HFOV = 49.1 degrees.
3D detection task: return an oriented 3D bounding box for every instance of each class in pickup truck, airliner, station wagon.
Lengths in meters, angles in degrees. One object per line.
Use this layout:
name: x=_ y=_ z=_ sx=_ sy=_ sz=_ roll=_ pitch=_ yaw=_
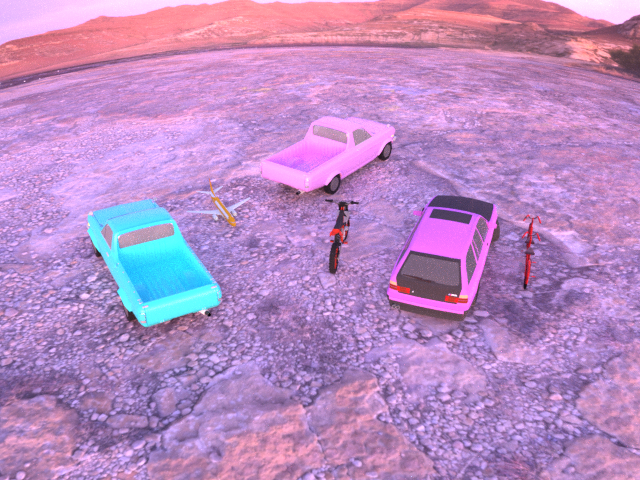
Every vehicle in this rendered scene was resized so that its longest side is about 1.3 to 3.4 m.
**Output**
pickup truck: x=-2.493 y=0.171 z=10.130 sx=1.244 sy=0.993 sz=3.117 roll=-15 pitch=34 yaw=-24
airliner: x=-1.695 y=-0.634 z=12.052 sx=1.161 sy=0.429 sz=1.307 roll=-14 pitch=33 yaw=-22
station wagon: x=1.934 y=0.004 z=10.486 sx=1.327 sy=0.920 sz=3.105 roll=10 pitch=32 yaw=17
pickup truck: x=0.234 y=-1.754 z=13.398 sx=1.244 sy=0.993 sz=3.117 roll=20 pitch=36 yaw=30

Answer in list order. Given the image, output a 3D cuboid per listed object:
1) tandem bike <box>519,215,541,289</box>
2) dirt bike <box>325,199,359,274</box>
tandem bike: x=3.150 y=0.110 z=10.541 sx=0.283 sy=0.682 sz=1.642 roll=8 pitch=32 yaw=14
dirt bike: x=0.305 y=-0.154 z=10.816 sx=0.527 sy=0.857 sz=1.493 roll=6 pitch=31 yaw=10
